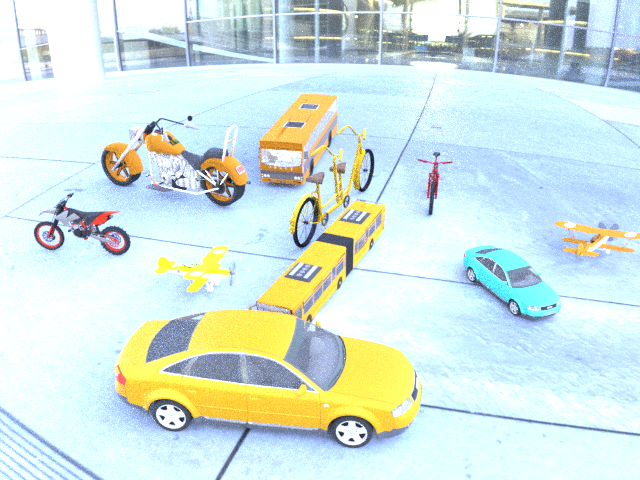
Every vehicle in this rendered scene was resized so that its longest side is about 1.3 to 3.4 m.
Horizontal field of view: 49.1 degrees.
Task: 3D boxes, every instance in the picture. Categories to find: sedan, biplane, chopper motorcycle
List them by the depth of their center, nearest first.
[{"bbox_3d":[-0.528,1.301,7.191,3.137,0.940,1.235,4,27,7],"label":"sedan"},{"bbox_3d":[2.531,0.491,9.295,0.635,0.483,1.613,-11,29,-21],"label":"sedan"},{"bbox_3d":[-1.662,0.405,9.442,1.090,0.504,1.336,5,27,10],"label":"biplane"},{"bbox_3d":[3.964,0.030,10.181,1.336,0.504,1.090,23,35,37],"label":"biplane"},{"bbox_3d":[-2.579,-1.450,12.023,3.040,1.480,0.906,13,30,25],"label":"chopper motorcycle"}]

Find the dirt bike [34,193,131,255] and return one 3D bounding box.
[{"bbox_3d":[-3.515,-0.196,10.237,1.493,0.857,0.527,4,27,7],"label":"dirt bike"}]

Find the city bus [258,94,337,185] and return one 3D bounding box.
[{"bbox_3d":[-0.349,-2.022,13.799,0.926,0.894,3.255,6,27,11],"label":"city bus"}]

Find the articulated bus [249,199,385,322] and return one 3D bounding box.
[{"bbox_3d":[0.115,0.297,9.591,0.605,0.561,3.401,11,29,21],"label":"articulated bus"}]

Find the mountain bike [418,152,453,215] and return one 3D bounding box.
[{"bbox_3d":[1.935,-1.032,11.876,0.573,0.868,1.469,5,27,10],"label":"mountain bike"}]

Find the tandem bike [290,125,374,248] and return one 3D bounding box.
[{"bbox_3d":[0.270,-0.971,11.249,0.550,1.326,3.192,12,29,23],"label":"tandem bike"}]
